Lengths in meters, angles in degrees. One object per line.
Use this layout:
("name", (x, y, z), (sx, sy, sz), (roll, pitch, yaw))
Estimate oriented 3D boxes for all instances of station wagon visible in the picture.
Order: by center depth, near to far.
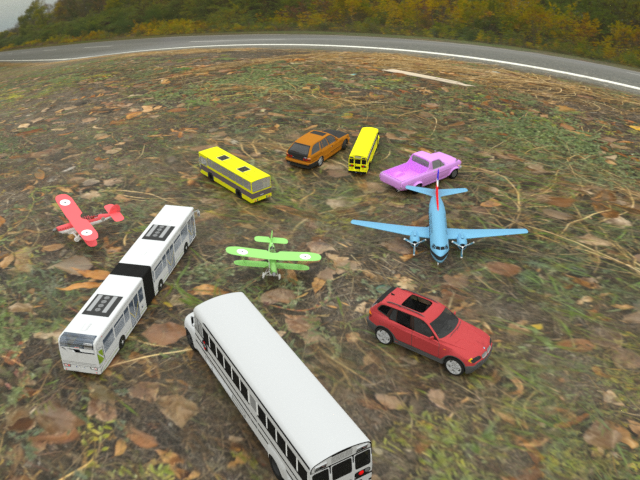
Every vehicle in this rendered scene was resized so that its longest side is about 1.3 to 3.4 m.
("station wagon", (-0.015, -1.875, 13.632), (0.682, 0.473, 1.597), (18, 35, 27))

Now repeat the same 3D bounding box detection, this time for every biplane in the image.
("biplane", (-0.663, 0.232, 10.067), (1.336, 0.504, 1.090), (-3, 31, -5))
("biplane", (-3.622, -0.284, 10.932), (1.090, 0.504, 1.336), (-21, 37, -31))

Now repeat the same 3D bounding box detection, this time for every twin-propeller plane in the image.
("twin-propeller plane", (1.820, -0.355, 10.771), (2.663, 0.792, 2.129), (3, 31, 5))

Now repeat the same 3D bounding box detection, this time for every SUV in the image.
("SUV", (1.335, 1.069, 8.588), (1.572, 0.580, 0.656), (20, 36, 30))

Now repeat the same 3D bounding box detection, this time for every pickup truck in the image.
("pickup truck", (1.827, -1.276, 12.590), (1.603, 0.511, 0.640), (-23, 37, -33))

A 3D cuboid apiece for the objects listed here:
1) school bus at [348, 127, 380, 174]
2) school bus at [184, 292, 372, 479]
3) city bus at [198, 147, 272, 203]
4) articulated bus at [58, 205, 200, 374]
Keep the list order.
("school bus", (0.869, -1.760, 13.479), (0.365, 0.434, 1.708), (7, 31, 11))
("school bus", (-0.629, 1.505, 7.599), (0.709, 0.844, 3.322), (-17, 35, -26))
("city bus", (-1.528, -1.154, 12.435), (0.476, 0.460, 1.674), (-24, 38, -34))
("articulated bus", (-2.470, 0.518, 9.530), (0.605, 0.561, 3.401), (6, 31, 9))
